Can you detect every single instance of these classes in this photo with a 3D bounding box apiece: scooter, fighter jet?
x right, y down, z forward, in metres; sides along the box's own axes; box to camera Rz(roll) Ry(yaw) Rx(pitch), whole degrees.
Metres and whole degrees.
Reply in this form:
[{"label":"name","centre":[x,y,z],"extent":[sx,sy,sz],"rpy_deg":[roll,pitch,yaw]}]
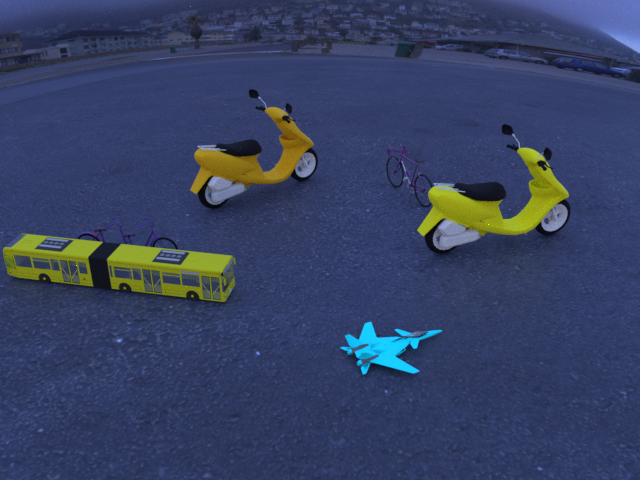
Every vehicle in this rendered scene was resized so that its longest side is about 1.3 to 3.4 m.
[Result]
[{"label":"scooter","centre":[2.814,-0.726,10.862],"extent":[2.721,1.786,1.288],"rpy_deg":[-9,30,-16]},{"label":"fighter jet","centre":[0.985,1.249,8.798],"extent":[1.358,0.286,1.147],"rpy_deg":[-14,31,-23]},{"label":"scooter","centre":[-1.120,-1.640,12.543],"extent":[2.721,1.786,1.288],"rpy_deg":[-21,35,-33]}]

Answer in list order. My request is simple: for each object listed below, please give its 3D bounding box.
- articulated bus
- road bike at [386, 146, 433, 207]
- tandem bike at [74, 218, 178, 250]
[{"label":"articulated bus","centre":[-2.885,0.388,10.093],"extent":[3.401,0.561,0.605],"rpy_deg":[6,29,10]},{"label":"road bike","centre":[1.619,-1.184,12.683],"extent":[0.358,0.852,1.545],"rpy_deg":[-14,31,-23]},{"label":"tandem bike","centre":[-2.989,-0.019,10.718],"extent":[1.642,0.682,0.283],"rpy_deg":[3,29,6]}]
